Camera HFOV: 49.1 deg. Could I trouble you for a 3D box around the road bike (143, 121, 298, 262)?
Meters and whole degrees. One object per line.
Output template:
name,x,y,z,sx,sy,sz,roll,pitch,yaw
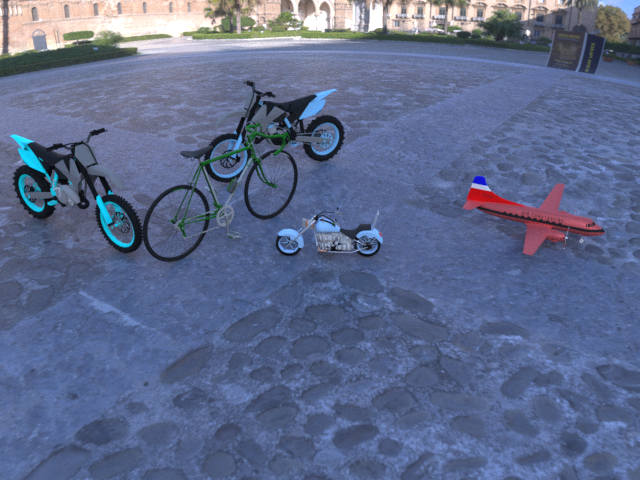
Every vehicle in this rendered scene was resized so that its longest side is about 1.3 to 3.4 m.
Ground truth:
road bike,-1.402,-0.773,10.465,0.697,1.656,3.004,24,37,37

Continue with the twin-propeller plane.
twin-propeller plane,3.304,-0.463,10.797,2.129,0.792,2.663,13,32,23

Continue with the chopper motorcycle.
chopper motorcycle,0.133,-0.106,10.180,1.563,0.761,0.466,2,29,4

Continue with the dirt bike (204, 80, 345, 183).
dirt bike,-0.775,-2.018,12.714,2.903,1.666,1.024,-16,33,-27

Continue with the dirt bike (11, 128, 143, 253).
dirt bike,-3.752,-0.833,10.562,2.903,1.666,1.024,18,34,30
